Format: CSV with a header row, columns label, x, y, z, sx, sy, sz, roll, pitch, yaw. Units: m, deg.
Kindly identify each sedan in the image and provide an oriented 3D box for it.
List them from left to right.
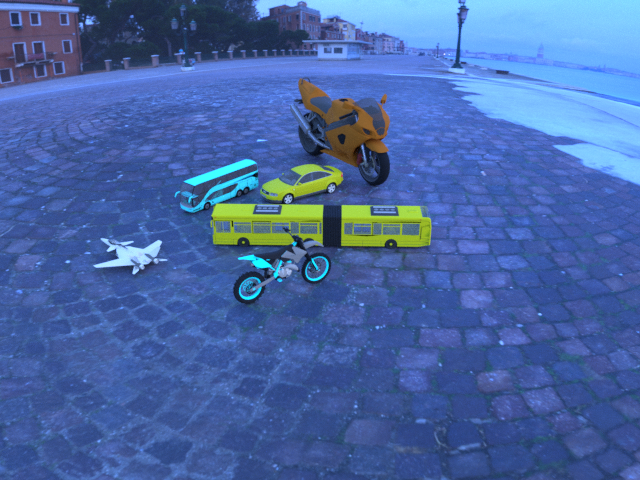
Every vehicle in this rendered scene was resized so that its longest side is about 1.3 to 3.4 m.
label,x,y,z,sx,sy,sz,roll,pitch,yaw
sedan,-0.327,-1.063,12.682,1.613,0.483,0.635,-17,31,-30

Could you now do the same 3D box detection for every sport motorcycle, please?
label,x,y,z,sx,sy,sz,roll,pitch,yaw
sport motorcycle,0.412,-2.155,13.634,0.983,1.596,2.955,-16,31,-30

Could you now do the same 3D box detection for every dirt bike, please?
label,x,y,z,sx,sy,sz,roll,pitch,yaw
dirt bike,-0.494,0.337,9.435,1.493,0.857,0.527,-15,30,-27

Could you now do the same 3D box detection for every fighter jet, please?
label,x,y,z,sx,sy,sz,roll,pitch,yaw
fighter jet,-2.949,0.105,10.546,1.358,0.286,1.147,22,34,38

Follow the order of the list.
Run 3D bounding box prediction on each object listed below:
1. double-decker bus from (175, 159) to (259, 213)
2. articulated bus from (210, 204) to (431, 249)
label,x,y,z,sx,sy,sz,roll,pitch,yaw
double-decker bus,-1.786,-0.955,12.400,0.389,0.541,1.672,21,33,36
articulated bus,-0.001,-0.229,10.912,3.401,0.561,0.605,1,26,1
